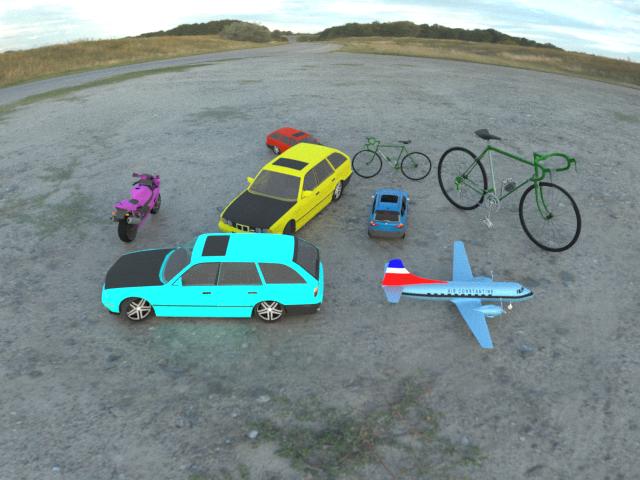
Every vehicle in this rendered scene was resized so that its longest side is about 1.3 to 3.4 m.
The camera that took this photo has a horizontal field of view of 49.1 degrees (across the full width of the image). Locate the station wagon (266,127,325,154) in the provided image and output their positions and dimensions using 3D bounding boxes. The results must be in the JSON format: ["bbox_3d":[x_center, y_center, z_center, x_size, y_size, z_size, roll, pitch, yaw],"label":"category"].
[{"bbox_3d":[-0.414,-1.983,14.667,1.597,0.473,0.682,25,38,37],"label":"station wagon"}]

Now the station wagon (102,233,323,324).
[{"bbox_3d":[-1.505,0.462,9.899,3.105,0.920,1.327,0,30,0],"label":"station wagon"}]

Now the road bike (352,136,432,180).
[{"bbox_3d":[1.389,-1.566,13.549,1.545,0.852,0.358,3,30,6],"label":"road bike"}]

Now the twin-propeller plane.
[{"bbox_3d":[1.927,0.622,9.748,2.129,0.792,2.663,1,30,2],"label":"twin-propeller plane"}]

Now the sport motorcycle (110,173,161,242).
[{"bbox_3d":[-3.058,-0.585,11.849,0.506,0.821,1.520,6,30,10],"label":"sport motorcycle"}]

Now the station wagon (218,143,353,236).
[{"bbox_3d":[-0.548,-0.903,12.309,1.327,0.920,3.105,14,33,23],"label":"station wagon"}]

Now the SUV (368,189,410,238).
[{"bbox_3d":[1.192,-0.543,12.018,0.656,0.580,1.572,4,30,8],"label":"SUV"}]

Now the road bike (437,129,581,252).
[{"bbox_3d":[3.068,-0.935,11.619,0.697,1.656,3.004,-21,36,-32],"label":"road bike"}]
